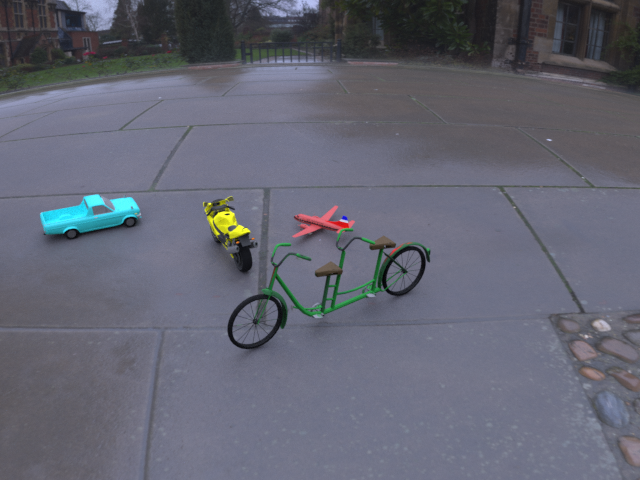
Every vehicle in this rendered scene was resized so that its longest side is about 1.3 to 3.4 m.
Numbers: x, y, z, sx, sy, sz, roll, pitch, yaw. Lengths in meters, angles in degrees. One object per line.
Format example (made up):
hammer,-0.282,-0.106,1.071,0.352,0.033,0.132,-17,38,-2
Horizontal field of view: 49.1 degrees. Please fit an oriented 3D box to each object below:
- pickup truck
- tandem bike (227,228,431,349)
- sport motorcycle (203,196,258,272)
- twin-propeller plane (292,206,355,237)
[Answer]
pickup truck,-3.848,-0.441,11.759,1.603,0.511,0.640,-13,31,-23
tandem bike,0.223,0.482,9.164,3.192,1.326,0.550,-17,32,-28
sport motorcycle,-1.403,-0.112,10.813,0.506,0.821,1.520,-14,31,-25
twin-propeller plane,0.016,-0.323,11.647,1.095,0.407,1.370,16,32,28
